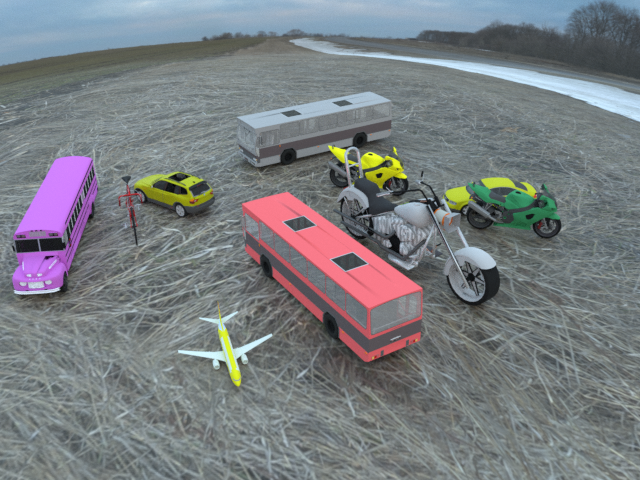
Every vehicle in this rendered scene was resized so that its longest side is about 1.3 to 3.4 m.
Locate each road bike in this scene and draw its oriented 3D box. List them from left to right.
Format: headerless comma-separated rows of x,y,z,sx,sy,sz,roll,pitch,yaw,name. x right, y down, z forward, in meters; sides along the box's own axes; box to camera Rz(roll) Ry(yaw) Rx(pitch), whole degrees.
-3.033,-0.538,11.221,0.358,0.852,1.545,-9,30,-15,road bike

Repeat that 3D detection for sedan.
2.924,-0.789,12.061,1.613,0.483,0.635,-3,29,-6,sedan

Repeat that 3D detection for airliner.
-1.110,1.246,8.409,1.161,0.429,1.307,-8,30,-15,airliner

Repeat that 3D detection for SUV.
-2.544,-0.882,12.132,1.572,0.580,0.656,19,34,30,SUV

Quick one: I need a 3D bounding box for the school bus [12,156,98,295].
-4.038,-0.295,10.787,0.709,0.844,3.322,-3,29,-6,school bus

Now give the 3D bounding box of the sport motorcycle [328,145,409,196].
0.862,-1.255,12.561,1.520,0.821,0.506,10,30,18,sport motorcycle

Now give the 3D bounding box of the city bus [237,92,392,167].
-0.068,-2.262,14.319,3.255,0.894,0.926,-17,33,-28,city bus

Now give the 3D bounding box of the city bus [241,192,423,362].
0.035,0.406,9.457,0.926,0.894,3.255,-17,33,-28,city bus

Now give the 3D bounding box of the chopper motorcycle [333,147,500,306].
1.326,-0.250,10.044,0.906,1.480,3.040,-21,35,-34,chopper motorcycle

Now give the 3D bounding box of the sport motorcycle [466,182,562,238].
3.083,-0.482,11.151,1.520,0.821,0.506,9,30,16,sport motorcycle
